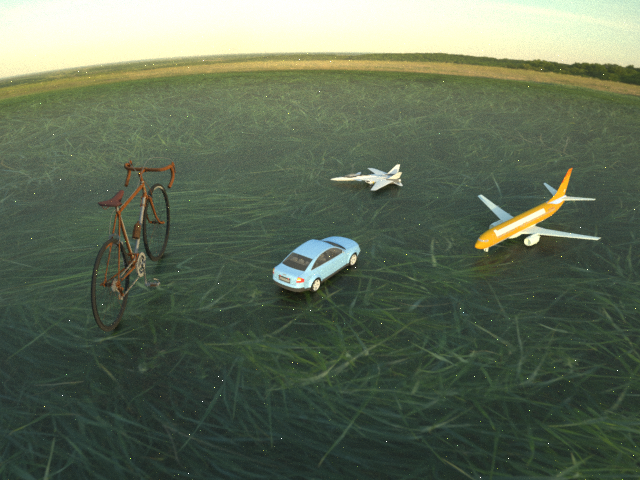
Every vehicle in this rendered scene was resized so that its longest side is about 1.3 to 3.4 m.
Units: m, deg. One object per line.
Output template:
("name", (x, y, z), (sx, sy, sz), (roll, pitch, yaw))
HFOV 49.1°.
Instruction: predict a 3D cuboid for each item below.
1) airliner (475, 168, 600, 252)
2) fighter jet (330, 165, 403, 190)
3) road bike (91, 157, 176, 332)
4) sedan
("airliner", (3.302, -0.479, 11.187), (2.541, 0.835, 2.257), (-21, 33, -36))
("fighter jet", (0.876, -1.230, 13.307), (1.358, 0.286, 1.147), (0, 27, 1))
("road bike", (-2.511, -0.072, 9.451), (0.696, 1.656, 3.004), (3, 27, 5))
("sedan", (-0.019, 0.260, 10.098), (0.635, 0.483, 1.613), (18, 32, 32))
